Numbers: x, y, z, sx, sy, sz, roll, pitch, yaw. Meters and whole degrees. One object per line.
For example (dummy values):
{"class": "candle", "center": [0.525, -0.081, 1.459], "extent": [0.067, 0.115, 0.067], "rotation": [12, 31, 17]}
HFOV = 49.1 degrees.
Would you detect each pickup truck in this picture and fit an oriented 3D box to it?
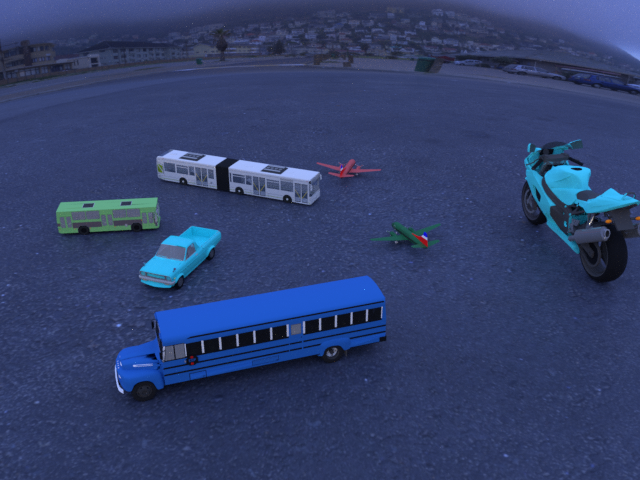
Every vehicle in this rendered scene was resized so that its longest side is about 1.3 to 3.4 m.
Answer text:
{"class": "pickup truck", "center": [-2.138, 0.199, 10.844], "extent": [0.640, 0.511, 1.603], "rotation": [10, 29, 18]}

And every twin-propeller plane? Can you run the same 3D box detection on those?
{"class": "twin-propeller plane", "center": [1.481, -0.125, 11.594], "extent": [1.370, 0.407, 1.095], "rotation": [-12, 29, -23]}
{"class": "twin-propeller plane", "center": [0.558, -1.497, 14.292], "extent": [1.370, 0.407, 1.095], "rotation": [8, 28, 15]}

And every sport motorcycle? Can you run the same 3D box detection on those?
{"class": "sport motorcycle", "center": [4.012, -0.557, 11.132], "extent": [0.983, 1.596, 2.955], "rotation": [-6, 28, -11]}

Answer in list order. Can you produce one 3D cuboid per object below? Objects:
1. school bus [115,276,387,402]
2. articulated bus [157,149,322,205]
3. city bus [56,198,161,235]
{"class": "school bus", "center": [-0.828, 1.158, 8.590], "extent": [3.322, 0.844, 0.709], "rotation": [-9, 28, -17]}
{"class": "articulated bus", "center": [-1.610, -1.241, 13.618], "extent": [3.401, 0.561, 0.605], "rotation": [11, 29, 20]}
{"class": "city bus", "center": [-3.632, -0.404, 12.084], "extent": [1.674, 0.460, 0.476], "rotation": [-3, 27, -7]}
